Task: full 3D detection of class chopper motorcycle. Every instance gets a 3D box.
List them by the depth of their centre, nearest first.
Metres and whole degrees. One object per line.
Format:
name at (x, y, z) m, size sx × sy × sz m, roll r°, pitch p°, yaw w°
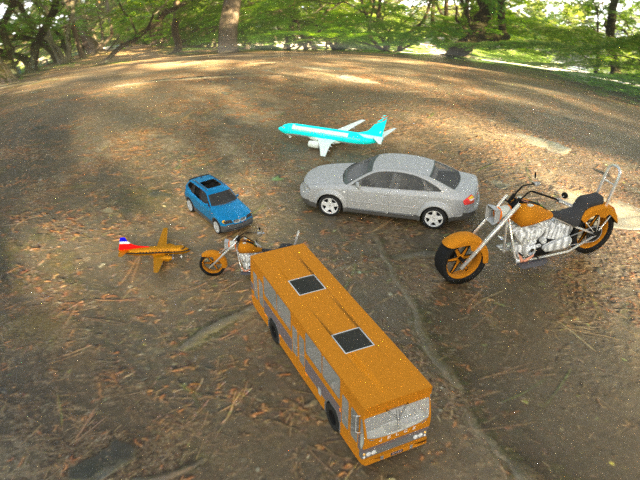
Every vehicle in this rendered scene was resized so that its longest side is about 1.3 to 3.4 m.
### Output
chopper motorcycle at (-1.010, 0.188, 10.341) m, size 1.563 × 0.761 × 0.466 m, roll 1°, pitch 30°, yaw 1°
chopper motorcycle at (3.130, -0.246, 10.375) m, size 3.040 × 1.480 × 0.906 m, roll -10°, pitch 31°, yaw -17°

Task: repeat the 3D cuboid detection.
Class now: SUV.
SUV at (-1.761, -0.652, 11.987) m, size 0.656 × 0.580 × 1.572 m, roll -20°, pitch 35°, yaw -31°

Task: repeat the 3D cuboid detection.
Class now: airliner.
airliner at (0.251, -2.391, 14.761) m, size 2.541 × 0.835 × 2.257 m, roll 12°, pitch 32°, yaw 21°

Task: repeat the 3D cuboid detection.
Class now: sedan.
sedan at (1.194, -0.972, 12.183) m, size 3.137 × 0.940 × 1.235 m, roll 7°, pitch 31°, yaw 13°

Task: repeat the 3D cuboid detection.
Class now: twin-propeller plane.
twin-propeller plane at (-2.558, 0.117, 10.820) m, size 1.095 × 0.407 × 1.370 m, roll -2°, pitch 30°, yaw -4°

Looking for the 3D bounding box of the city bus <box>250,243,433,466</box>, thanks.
city bus at (0.103, 1.222, 8.404) m, size 0.926 × 0.894 × 3.255 m, roll -13°, pitch 32°, yaw -22°
